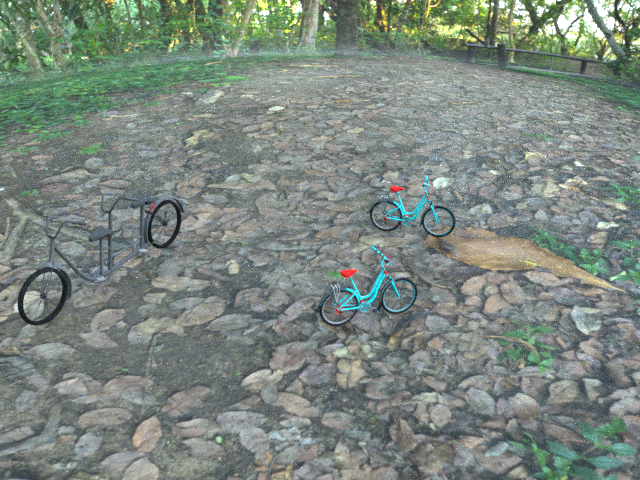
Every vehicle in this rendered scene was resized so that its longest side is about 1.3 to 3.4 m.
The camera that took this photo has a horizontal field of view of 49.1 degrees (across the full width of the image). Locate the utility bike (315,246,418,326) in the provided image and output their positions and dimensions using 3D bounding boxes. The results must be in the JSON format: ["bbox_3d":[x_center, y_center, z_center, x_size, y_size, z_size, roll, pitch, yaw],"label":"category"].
[{"bbox_3d":[0.599,0.604,9.067,1.435,0.946,0.535,-9,30,-16],"label":"utility bike"}]

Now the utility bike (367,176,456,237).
[{"bbox_3d":[1.465,-0.552,11.190,1.435,0.946,0.535,7,29,13],"label":"utility bike"}]

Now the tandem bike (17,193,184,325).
[{"bbox_3d":[-2.958,-0.011,9.799,0.550,1.326,3.192,15,32,26],"label":"tandem bike"}]
